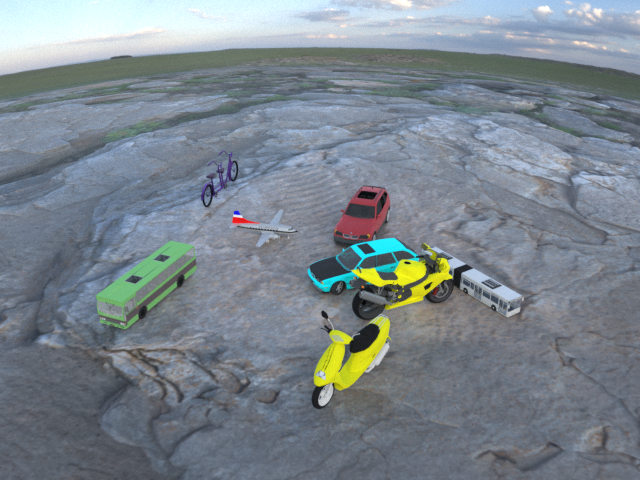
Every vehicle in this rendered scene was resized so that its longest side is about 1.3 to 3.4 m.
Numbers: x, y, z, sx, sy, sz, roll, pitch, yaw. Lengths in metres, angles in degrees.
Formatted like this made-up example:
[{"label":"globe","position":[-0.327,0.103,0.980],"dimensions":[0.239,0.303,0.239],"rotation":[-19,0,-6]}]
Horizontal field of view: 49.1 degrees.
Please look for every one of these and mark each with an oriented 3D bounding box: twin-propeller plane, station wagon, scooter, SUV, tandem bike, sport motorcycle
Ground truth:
[{"label":"twin-propeller plane","position":[-0.882,-0.240,11.143],"dimensions":[1.095,0.407,1.370],"rotation":[6,28,11]},{"label":"station wagon","position":[0.617,0.332,9.954],"dimensions":[1.597,0.473,0.682],"rotation":[-11,29,-20]},{"label":"scooter","position":[0.369,1.209,7.753],"dimensions":[0.662,0.919,1.399],"rotation":[21,34,34]},{"label":"SUV","position":[0.702,-0.400,11.266],"dimensions":[0.656,0.580,1.572],"rotation":[9,28,16]},{"label":"tandem bike","position":[-1.799,-1.151,12.621],"dimensions":[0.283,0.682,1.642],"rotation":[7,28,14]},{"label":"sport motorcycle","position":[1.093,0.570,9.109],"dimensions":[1.520,0.821,0.506],"rotation":[-10,29,-20]}]

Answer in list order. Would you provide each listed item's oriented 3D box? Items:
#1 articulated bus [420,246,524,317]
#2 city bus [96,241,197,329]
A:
[{"label":"articulated bus","position":[2.060,0.550,9.732],"dimensions":[0.311,0.289,1.749],"rotation":[-17,32,-30]},{"label":"city bus","position":[-2.301,0.588,9.468],"dimensions":[0.476,0.460,1.674],"rotation":[11,29,21]}]
